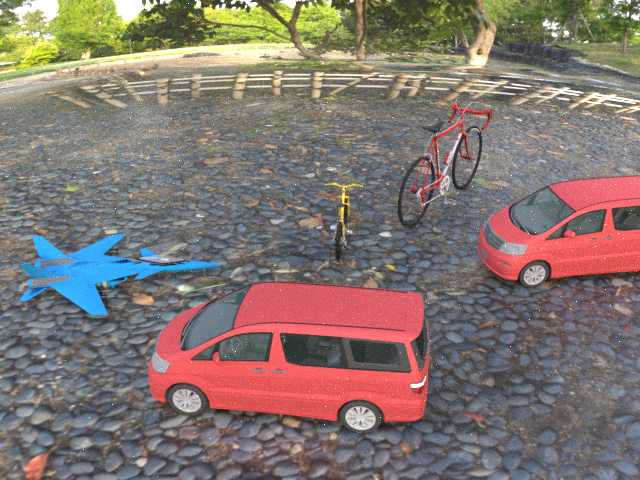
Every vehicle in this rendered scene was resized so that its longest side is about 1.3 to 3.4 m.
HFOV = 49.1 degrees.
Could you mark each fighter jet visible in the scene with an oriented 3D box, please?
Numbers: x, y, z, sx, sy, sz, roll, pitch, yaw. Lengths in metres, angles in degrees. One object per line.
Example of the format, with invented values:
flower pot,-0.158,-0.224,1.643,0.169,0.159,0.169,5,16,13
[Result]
fighter jet,-2.730,0.295,9.781,2.640,0.557,2.229,-4,28,-7

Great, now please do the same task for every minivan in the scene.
minivan,-0.345,1.145,7.488,3.011,1.197,1.324,4,28,7
minivan,3.817,-0.187,10.010,3.011,1.197,1.324,-4,28,-8

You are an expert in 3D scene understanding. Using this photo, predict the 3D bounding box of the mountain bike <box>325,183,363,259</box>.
mountain bike,0.335,-0.340,10.652,0.573,0.868,1.469,3,28,6

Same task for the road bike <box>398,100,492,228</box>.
road bike,2.083,-1.327,11.677,0.697,1.656,3.004,19,33,31
